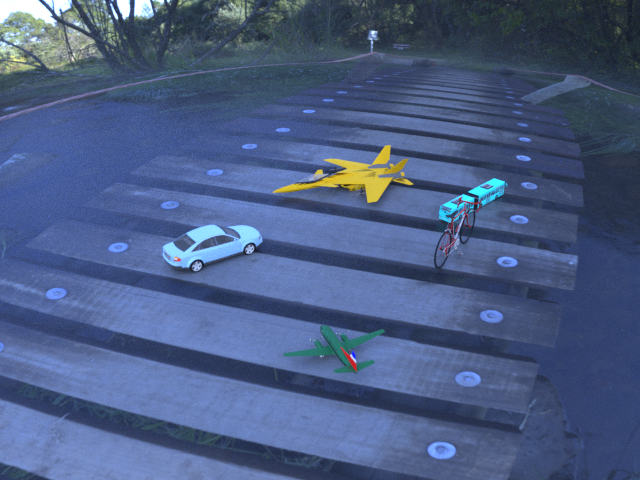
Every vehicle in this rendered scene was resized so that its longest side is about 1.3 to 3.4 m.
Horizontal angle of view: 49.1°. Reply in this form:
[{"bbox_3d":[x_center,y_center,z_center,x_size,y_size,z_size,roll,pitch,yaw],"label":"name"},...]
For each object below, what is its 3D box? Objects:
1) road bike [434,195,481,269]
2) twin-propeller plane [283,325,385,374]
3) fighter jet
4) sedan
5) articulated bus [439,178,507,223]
[{"bbox_3d":[2.128,-0.150,10.917,0.358,0.852,1.545,17,32,29],"label":"road bike"},{"bbox_3d":[0.227,1.298,8.671,1.370,0.407,1.095,-11,30,-19],"label":"twin-propeller plane"},{"bbox_3d":[0.351,-1.254,13.301,2.640,0.557,2.229,-10,30,-18],"label":"fighter jet"},{"bbox_3d":[-1.660,0.040,10.951,1.613,0.483,0.635,-18,33,-30],"label":"sedan"},{"bbox_3d":[2.758,-0.720,12.584,0.311,0.289,1.749,25,37,38],"label":"articulated bus"}]
